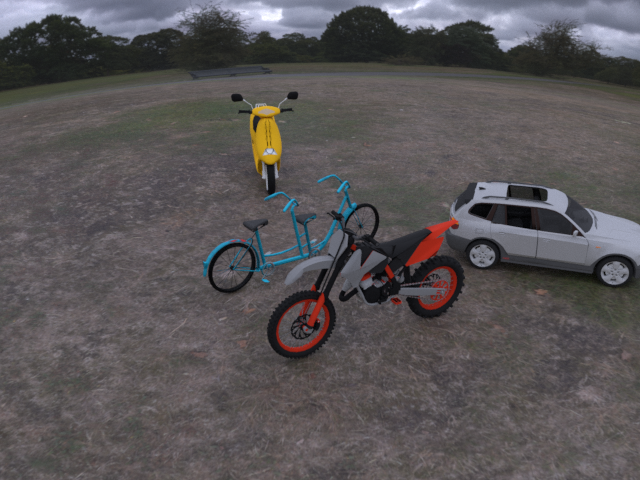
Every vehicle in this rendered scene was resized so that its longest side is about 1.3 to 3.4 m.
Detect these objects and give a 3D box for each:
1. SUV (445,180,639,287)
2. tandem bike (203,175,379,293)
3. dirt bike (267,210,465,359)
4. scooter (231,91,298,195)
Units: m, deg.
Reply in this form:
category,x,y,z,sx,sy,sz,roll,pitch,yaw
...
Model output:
category,x,y,z,sx,sy,sz,roll,pitch,yaw
SUV,3.478,-0.186,10.732,3.058,1.128,1.276,8,27,15
tandem bike,-0.330,-0.148,10.429,3.192,1.326,0.550,-18,31,-32
dirt bike,0.667,0.496,8.724,2.903,1.666,1.024,-13,29,-25
scooter,-1.093,-2.136,13.973,1.288,1.786,2.721,-4,26,-7
